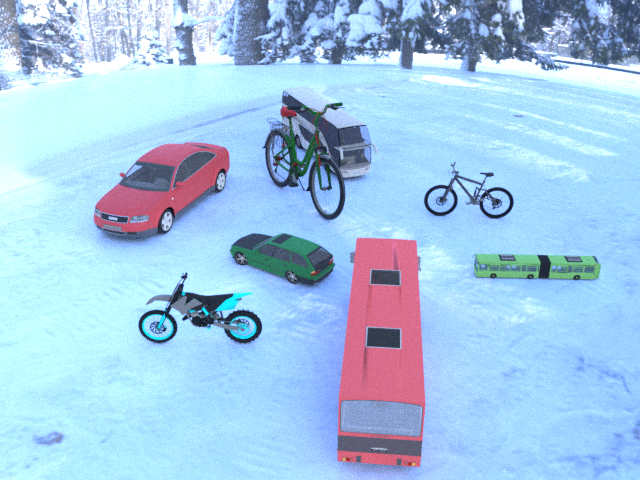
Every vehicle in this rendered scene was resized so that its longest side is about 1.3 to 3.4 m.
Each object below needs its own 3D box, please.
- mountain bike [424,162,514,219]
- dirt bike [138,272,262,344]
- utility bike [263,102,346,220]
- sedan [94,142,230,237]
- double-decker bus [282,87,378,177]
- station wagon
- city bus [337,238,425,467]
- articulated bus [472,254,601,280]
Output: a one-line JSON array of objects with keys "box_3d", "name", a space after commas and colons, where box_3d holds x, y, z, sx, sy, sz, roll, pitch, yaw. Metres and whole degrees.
[{"box_3d": [2.472, -0.777, 11.583, 1.469, 0.868, 0.573, 3, 27, 6], "name": "mountain bike"}, {"box_3d": [-1.447, 0.880, 8.377, 1.493, 0.857, 0.527, 0, 27, -1], "name": "dirt bike"}, {"box_3d": [-0.248, -1.563, 12.051, 1.039, 1.839, 2.791, -15, 31, -27], "name": "utility bike"}, {"box_3d": [-2.637, -1.020, 11.977, 1.235, 0.940, 3.137, 10, 29, 18], "name": "sedan"}, {"box_3d": [0.082, -2.207, 14.162, 0.756, 1.052, 3.251, -11, 29, -21], "name": "double-decker bus"}, {"box_3d": [-0.576, 0.180, 10.155, 1.597, 0.473, 0.682, 17, 32, 30], "name": "station wagon"}, {"box_3d": [0.711, 1.107, 7.895, 0.926, 0.894, 3.255, 3, 27, 5], "name": "city bus"}, {"box_3d": [3.071, 0.376, 9.976, 1.749, 0.289, 0.311, 1, 27, 2], "name": "articulated bus"}]
